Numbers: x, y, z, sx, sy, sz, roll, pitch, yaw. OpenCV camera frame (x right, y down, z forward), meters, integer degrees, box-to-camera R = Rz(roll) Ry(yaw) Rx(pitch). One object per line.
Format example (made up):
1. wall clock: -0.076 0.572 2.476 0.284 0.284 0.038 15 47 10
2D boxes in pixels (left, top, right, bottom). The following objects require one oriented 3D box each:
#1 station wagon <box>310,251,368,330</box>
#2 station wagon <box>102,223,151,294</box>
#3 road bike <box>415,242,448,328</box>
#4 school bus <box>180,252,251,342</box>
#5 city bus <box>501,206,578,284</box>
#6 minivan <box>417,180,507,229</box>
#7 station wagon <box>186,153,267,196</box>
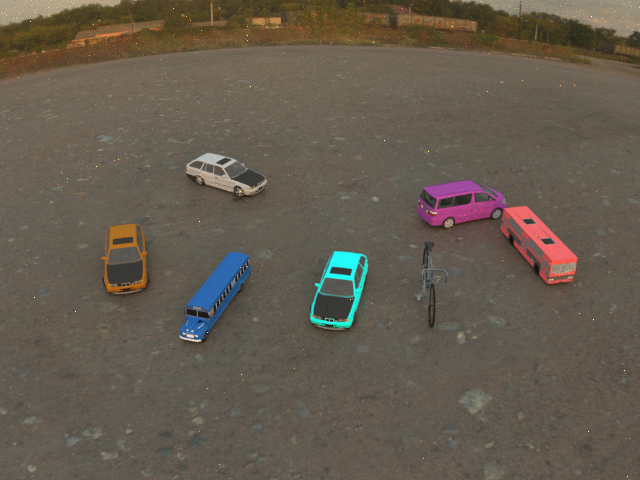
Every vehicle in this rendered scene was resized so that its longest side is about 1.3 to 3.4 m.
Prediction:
1. station wagon: 0.287 0.653 9.912 0.682 0.473 1.597 6 31 10
2. station wagon: -2.959 0.229 10.629 0.682 0.473 1.597 -7 31 -12
3. road bike: 1.522 0.530 9.748 0.358 0.852 1.545 1 31 2
4. school bus: -1.447 0.775 9.745 0.365 0.434 1.708 9 32 15
5. city bus: 3.374 0.065 10.921 0.476 0.460 1.674 -6 31 -10
6. minivan: 2.468 -0.665 12.004 1.548 0.616 0.681 -11 32 -18
7. station wagon: -1.761 -1.259 13.148 1.597 0.473 0.682 18 35 27
